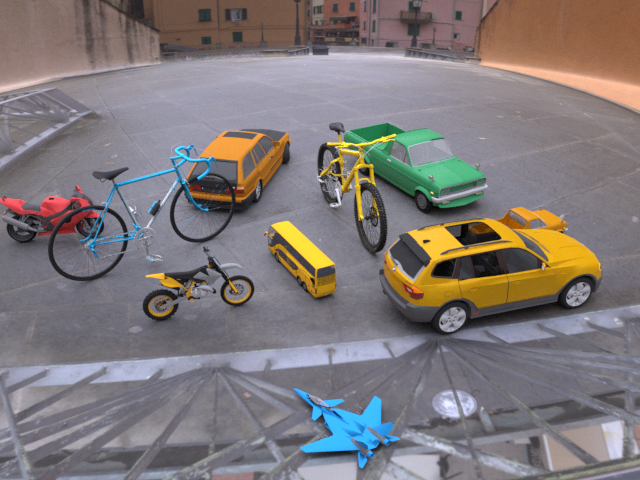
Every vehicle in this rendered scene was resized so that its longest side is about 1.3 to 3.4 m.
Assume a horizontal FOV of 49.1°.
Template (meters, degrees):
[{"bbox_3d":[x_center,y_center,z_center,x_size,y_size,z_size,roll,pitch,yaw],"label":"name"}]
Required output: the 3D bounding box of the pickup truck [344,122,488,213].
[{"bbox_3d":[1.689,-1.524,12.960,1.244,0.993,3.117,-15,32,-26],"label":"pickup truck"}]

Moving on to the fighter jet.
[{"bbox_3d":[0.166,1.861,7.538,1.147,0.286,1.358,-25,37,-37],"label":"fighter jet"}]

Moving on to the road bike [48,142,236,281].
[{"bbox_3d":[-2.539,-0.438,10.297,3.004,1.656,0.697,-21,35,-33],"label":"road bike"}]

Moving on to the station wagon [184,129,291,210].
[{"bbox_3d":[-1.447,-1.562,13.103,1.327,0.920,3.105,7,30,12],"label":"station wagon"}]

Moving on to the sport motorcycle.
[{"bbox_3d":[-4.215,-0.373,11.045,1.520,0.821,0.506,-4,29,-7],"label":"sport motorcycle"}]

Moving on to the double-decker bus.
[{"bbox_3d":[-0.301,0.240,10.222,0.389,0.541,1.672,-14,32,-24],"label":"double-decker bus"}]

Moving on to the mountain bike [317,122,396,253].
[{"bbox_3d":[0.466,-1.007,11.299,1.114,1.688,2.857,-10,30,-17],"label":"mountain bike"}]

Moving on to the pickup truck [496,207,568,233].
[{"bbox_3d":[3.130,-0.195,11.043,1.603,0.511,0.640,-13,31,-22],"label":"pickup truck"}]

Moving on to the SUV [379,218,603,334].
[{"bbox_3d":[2.337,0.323,9.462,3.058,1.128,1.276,-9,30,-16],"label":"SUV"}]

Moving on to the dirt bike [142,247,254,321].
[{"bbox_3d":[-1.605,0.597,9.243,1.493,0.857,0.527,-9,30,-16],"label":"dirt bike"}]
